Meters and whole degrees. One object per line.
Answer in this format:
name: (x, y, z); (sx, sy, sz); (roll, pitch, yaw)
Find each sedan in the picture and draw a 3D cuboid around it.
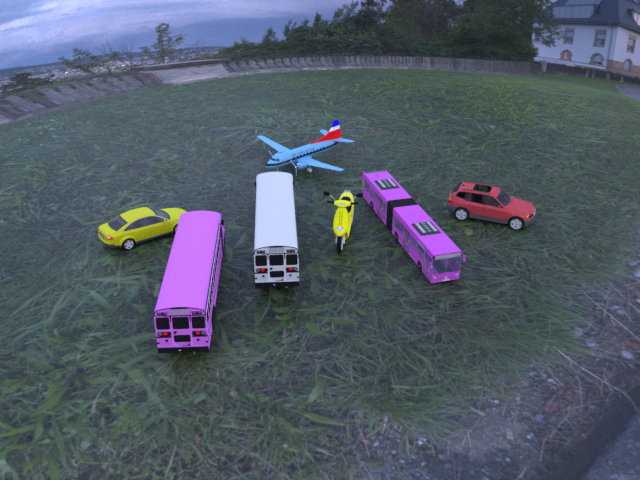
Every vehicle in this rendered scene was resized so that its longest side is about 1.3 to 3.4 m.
sedan: (-2.988, -0.287, 12.016); (1.613, 0.483, 0.635); (-19, 34, -31)

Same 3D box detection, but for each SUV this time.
SUV: (3.077, -0.651, 12.584); (1.572, 0.580, 0.656); (11, 31, 20)

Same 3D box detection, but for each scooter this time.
scooter: (0.401, -0.459, 11.878); (0.662, 0.919, 1.399); (4, 29, 7)

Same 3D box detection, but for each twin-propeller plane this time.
twin-propeller plane: (-0.314, -1.952, 14.752); (2.129, 0.792, 2.663); (-24, 36, -36)

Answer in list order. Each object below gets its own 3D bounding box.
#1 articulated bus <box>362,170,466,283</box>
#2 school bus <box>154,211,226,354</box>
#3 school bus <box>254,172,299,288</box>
articulated bus: (1.478, -0.332, 12.017); (0.605, 0.561, 3.401); (-8, 29, -14)
school bus: (-1.840, 0.431, 10.320); (0.709, 0.844, 3.322); (-1, 29, -3)
school bus: (-0.741, -0.320, 11.699); (0.709, 0.844, 3.322); (-2, 29, -3)
